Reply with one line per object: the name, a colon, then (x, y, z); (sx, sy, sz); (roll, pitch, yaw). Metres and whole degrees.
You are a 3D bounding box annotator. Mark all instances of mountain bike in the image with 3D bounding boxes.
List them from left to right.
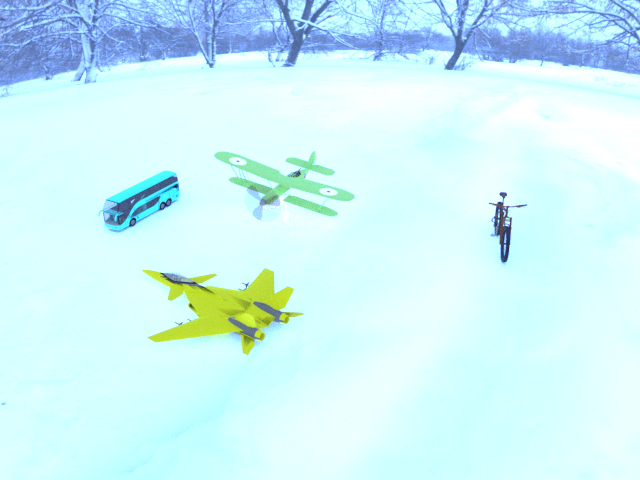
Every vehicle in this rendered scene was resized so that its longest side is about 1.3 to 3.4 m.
mountain bike: (2.870, -0.282, 10.993); (0.573, 0.868, 1.469); (3, 27, 6)

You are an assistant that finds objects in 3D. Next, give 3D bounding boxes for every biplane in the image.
biplane: (-0.497, -0.976, 12.215); (2.598, 0.981, 2.120); (12, 30, 22)

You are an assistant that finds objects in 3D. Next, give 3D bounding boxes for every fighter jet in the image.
fighter jet: (-1.576, 0.659, 9.507); (2.640, 0.557, 2.229); (19, 33, 33)

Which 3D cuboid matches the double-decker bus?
double-decker bus: (-3.089, -0.685, 12.131); (0.389, 0.541, 1.672); (14, 31, 26)
